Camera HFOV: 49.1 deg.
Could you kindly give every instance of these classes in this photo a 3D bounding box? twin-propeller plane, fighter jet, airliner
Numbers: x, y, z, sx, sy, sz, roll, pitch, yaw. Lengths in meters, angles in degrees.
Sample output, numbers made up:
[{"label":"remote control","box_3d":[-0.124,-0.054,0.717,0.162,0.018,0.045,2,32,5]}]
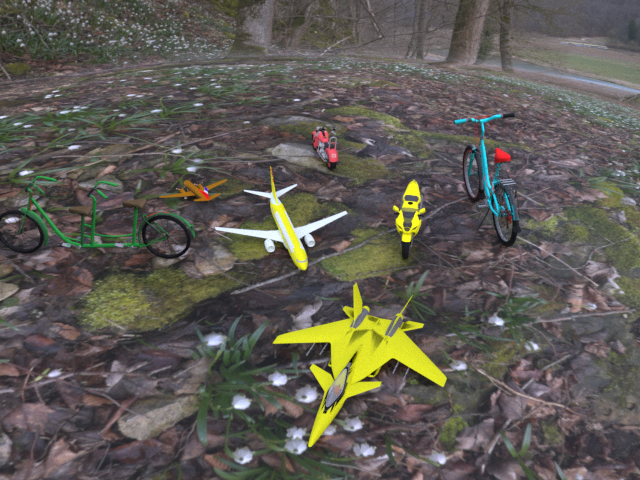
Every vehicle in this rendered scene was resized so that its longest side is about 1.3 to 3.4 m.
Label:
[{"label":"twin-propeller plane","box_3d":[-2.291,-0.950,12.930,1.370,0.407,1.095,-18,34,-29]},{"label":"fighter jet","box_3d":[0.380,1.461,8.457,2.229,0.557,2.640,11,31,19]},{"label":"airliner","box_3d":[-0.557,-0.361,11.435,2.257,0.835,2.541,-7,30,-13]}]

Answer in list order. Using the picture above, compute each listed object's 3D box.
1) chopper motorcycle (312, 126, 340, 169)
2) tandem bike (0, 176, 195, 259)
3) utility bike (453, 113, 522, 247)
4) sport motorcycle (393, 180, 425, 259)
[{"label":"chopper motorcycle","box_3d":[0.083,-2.017,14.477,0.466,0.761,1.563,-8,30,-13]},{"label":"tandem bike","box_3d":[-3.534,-0.320,10.858,3.192,1.326,0.550,2,29,3]},{"label":"utility bike","box_3d":[2.776,-1.118,11.762,1.039,1.839,2.791,-3,29,-6]},{"label":"sport motorcycle","box_3d":[1.459,-0.343,11.418,0.506,0.821,1.520,5,30,9]}]
